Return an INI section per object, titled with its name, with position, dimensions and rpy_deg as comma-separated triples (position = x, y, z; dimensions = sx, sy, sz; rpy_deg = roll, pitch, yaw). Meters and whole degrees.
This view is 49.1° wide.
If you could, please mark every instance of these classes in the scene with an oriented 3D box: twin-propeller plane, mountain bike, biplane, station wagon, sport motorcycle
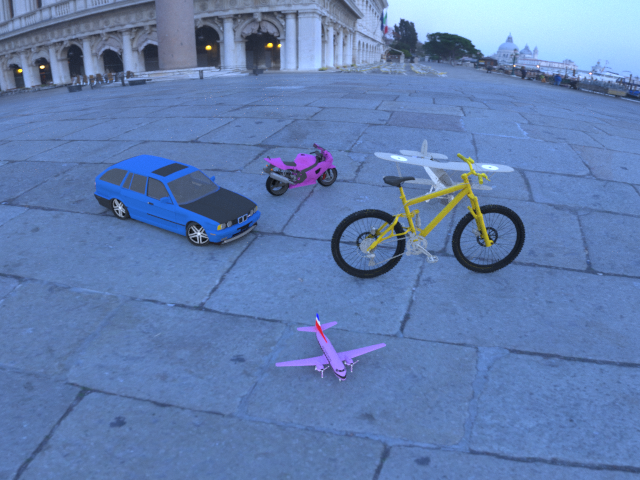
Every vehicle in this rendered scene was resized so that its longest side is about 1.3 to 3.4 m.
[twin-propeller plane]
position = 0.110, 1.285, 8.348
dimensions = 1.370, 0.407, 1.095
rpy_deg = -8, 27, -16
[mountain bike]
position = 1.579, -0.242, 10.014
dimensions = 2.857, 1.688, 1.114
rpy_deg = -2, 26, -5
[biplane]
position = 2.194, -1.284, 12.950
dimensions = 2.598, 0.981, 2.120
rpy_deg = -4, 26, -8
[station wagon]
position = -2.470, -0.771, 11.969
dimensions = 3.105, 0.920, 1.327
rpy_deg = 17, 31, 31
[sport motorcycle]
position = -0.347, -1.308, 13.182
dimensions = 1.520, 0.821, 0.506
rpy_deg = -13, 29, -24
